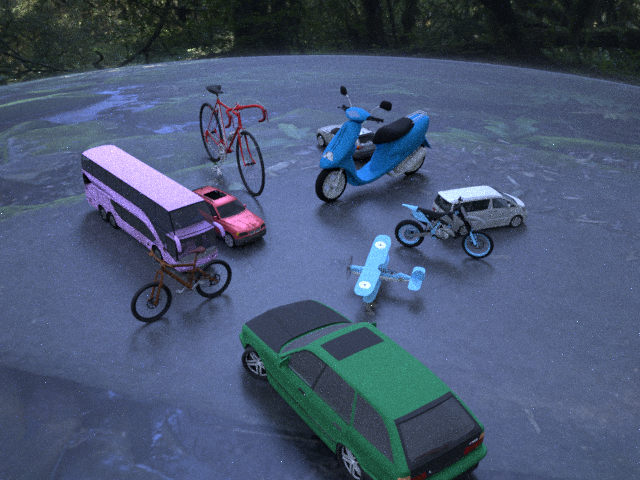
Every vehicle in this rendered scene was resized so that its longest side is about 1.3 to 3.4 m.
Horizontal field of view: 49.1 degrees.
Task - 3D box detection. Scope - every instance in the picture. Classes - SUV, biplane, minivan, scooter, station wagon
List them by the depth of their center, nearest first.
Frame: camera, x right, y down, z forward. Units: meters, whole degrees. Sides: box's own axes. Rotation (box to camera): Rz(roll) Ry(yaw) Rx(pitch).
[{"bbox_3d":[0.291,1.411,7.369,1.327,0.920,3.105,-18,33,-30],"label":"station wagon"},{"bbox_3d":[0.881,0.476,9.540,1.090,0.504,1.336,9,29,15],"label":"biplane"},{"bbox_3d":[-1.531,-0.409,11.101,1.572,0.580,0.656,25,37,38],"label":"SUV"},{"bbox_3d":[2.596,-0.524,11.277,1.548,0.616,0.681,-9,30,-16],"label":"minivan"},{"bbox_3d":[0.996,-1.766,12.347,2.721,1.786,1.288,-21,35,-33],"label":"scooter"},{"bbox_3d":[0.552,-2.082,14.203,0.656,0.580,1.572,-17,33,-29],"label":"SUV"}]

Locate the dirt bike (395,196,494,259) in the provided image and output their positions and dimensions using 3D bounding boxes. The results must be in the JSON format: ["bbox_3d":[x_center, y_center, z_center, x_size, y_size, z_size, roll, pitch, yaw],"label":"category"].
[{"bbox_3d":[1.847,-0.187,10.399,1.493,0.857,0.527,10,30,18],"label":"dirt bike"}]

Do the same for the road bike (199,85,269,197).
[{"bbox_3d":[-1.668,-1.924,12.779,0.696,1.656,3.004,-15,32,-25],"label":"road bike"}]

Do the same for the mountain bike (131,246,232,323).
[{"bbox_3d":[-1.785,0.519,9.078,1.469,0.868,0.573,-21,35,-33],"label":"mountain bike"}]

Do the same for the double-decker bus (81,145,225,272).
[{"bbox_3d":[-2.686,-0.526,10.822,0.756,1.052,3.251,-22,35,-35],"label":"double-decker bus"}]
